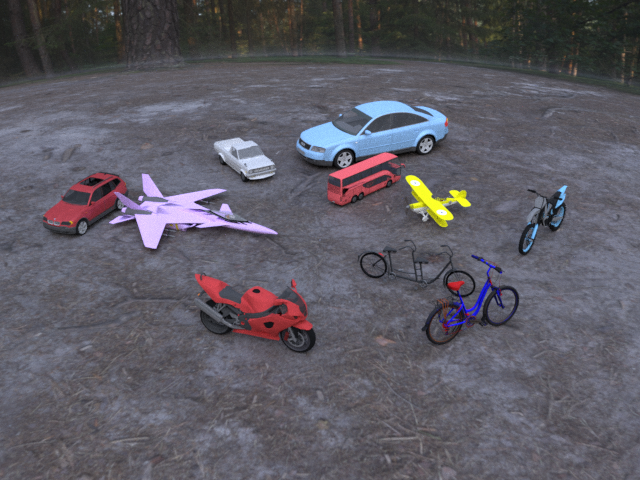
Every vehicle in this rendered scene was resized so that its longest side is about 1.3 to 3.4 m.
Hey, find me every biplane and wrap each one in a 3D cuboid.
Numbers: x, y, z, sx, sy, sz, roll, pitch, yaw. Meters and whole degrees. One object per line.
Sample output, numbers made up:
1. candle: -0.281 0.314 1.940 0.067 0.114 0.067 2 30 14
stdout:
1. biplane: 1.874 -0.583 11.218 1.090 0.504 1.336 -10 30 -19

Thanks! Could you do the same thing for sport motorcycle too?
1. sport motorcycle: -0.761 0.849 8.185 1.520 0.821 0.506 10 30 18

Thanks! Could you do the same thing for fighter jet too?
1. fighter jet: -1.877 -0.465 10.940 2.640 0.557 2.229 10 30 18

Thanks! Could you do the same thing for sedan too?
1. sedan: 1.044 -2.156 13.716 3.137 0.940 1.235 -13 31 -23

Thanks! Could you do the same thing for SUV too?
1. SUV: -3.733 -0.612 11.191 0.656 0.580 1.572 11 30 20

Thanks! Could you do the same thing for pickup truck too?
1. pickup truck: -1.423 -1.576 13.081 0.640 0.511 1.603 -15 32 -27

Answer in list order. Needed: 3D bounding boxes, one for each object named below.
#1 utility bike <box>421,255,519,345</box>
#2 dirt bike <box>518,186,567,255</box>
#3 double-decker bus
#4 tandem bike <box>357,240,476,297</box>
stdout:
1. utility bike: 1.795 0.699 8.334 1.435 0.946 0.535 -13 31 -23
2. dirt bike: 3.353 -0.355 10.412 0.527 0.857 1.493 22 35 35
3. double-decker bus: 0.805 -1.079 12.113 0.389 0.541 1.672 25 37 38
4. tandem bike: 1.268 0.331 9.307 1.642 0.682 0.283 12 30 21
